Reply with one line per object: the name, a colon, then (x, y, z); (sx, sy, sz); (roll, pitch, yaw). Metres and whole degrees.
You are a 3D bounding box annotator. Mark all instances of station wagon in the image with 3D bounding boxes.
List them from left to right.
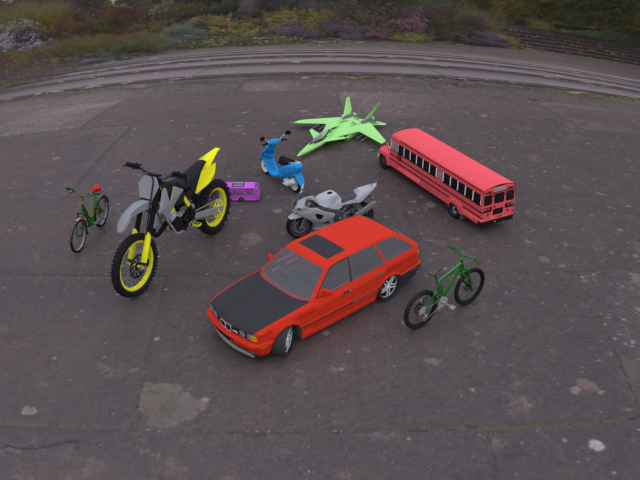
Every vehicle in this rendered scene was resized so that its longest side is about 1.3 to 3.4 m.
station wagon: (-0.034, 0.490, 9.412); (3.105, 0.920, 1.327); (-24, 37, -36)

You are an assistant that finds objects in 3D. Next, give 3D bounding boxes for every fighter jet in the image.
fighter jet: (0.281, -2.359, 14.792); (2.229, 0.557, 2.640); (18, 34, 29)

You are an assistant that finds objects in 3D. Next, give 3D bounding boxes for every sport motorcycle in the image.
sport motorcycle: (0.185, -0.486, 11.230); (1.520, 0.821, 0.506); (-9, 31, -16)

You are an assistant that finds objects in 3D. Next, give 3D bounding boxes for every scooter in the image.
scooter: (-0.720, -1.468, 12.859); (0.662, 0.919, 1.399); (-20, 35, -31)

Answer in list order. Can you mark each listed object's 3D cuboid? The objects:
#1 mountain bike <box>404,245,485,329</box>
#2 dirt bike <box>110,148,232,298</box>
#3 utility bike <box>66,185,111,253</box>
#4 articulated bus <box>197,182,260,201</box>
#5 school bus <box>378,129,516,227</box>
mountain bike: (1.671, 0.634, 9.213); (1.469, 0.868, 0.573); (-20, 35, -31)
dirt bike: (-2.116, -0.412, 10.245); (1.024, 1.666, 2.903); (13, 32, 21)
utility bike: (-3.595, -0.456, 11.051); (0.535, 0.946, 1.435); (4, 30, 7)
articulated bus: (-1.954, -0.866, 12.437); (1.749, 0.289, 0.311); (0, 30, 0)
school bus: (2.124, -1.231, 12.517); (0.709, 0.844, 3.322); (-14, 32, -23)
